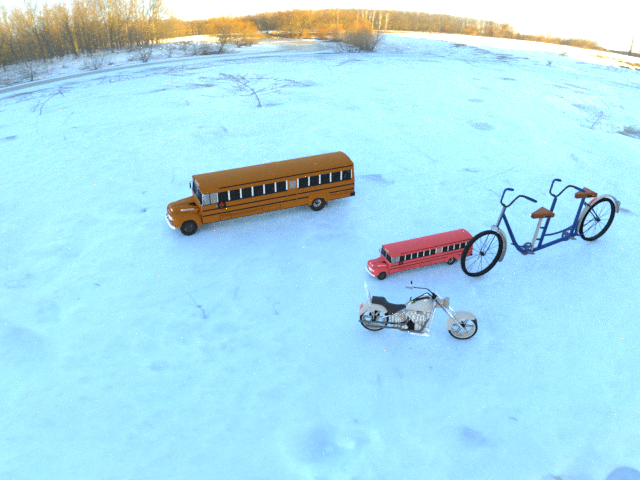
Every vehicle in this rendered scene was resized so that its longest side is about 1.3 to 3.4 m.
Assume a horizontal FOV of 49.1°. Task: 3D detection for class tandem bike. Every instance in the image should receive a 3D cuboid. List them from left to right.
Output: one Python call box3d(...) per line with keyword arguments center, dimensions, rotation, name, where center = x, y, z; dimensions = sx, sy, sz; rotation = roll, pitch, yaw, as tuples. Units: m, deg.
box3d(center=(3.464, -0.305, 10.686), dimensions=(3.192, 1.326, 0.550), rotation=(-15, 33, -24), name="tandem bike")

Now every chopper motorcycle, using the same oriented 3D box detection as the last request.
box3d(center=(1.275, 0.916, 9.108), dimensions=(1.563, 0.761, 0.466), rotation=(3, 30, 6), name="chopper motorcycle")

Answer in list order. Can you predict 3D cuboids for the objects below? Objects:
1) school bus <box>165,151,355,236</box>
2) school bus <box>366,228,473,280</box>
box3d(center=(-1.021, -0.846, 12.126), dimensions=(3.322, 0.844, 0.709), rotation=(-12, 32, -20), name="school bus")
box3d(center=(1.518, 0.207, 10.688), dimensions=(1.708, 0.434, 0.365), rotation=(-11, 31, -19), name="school bus")
